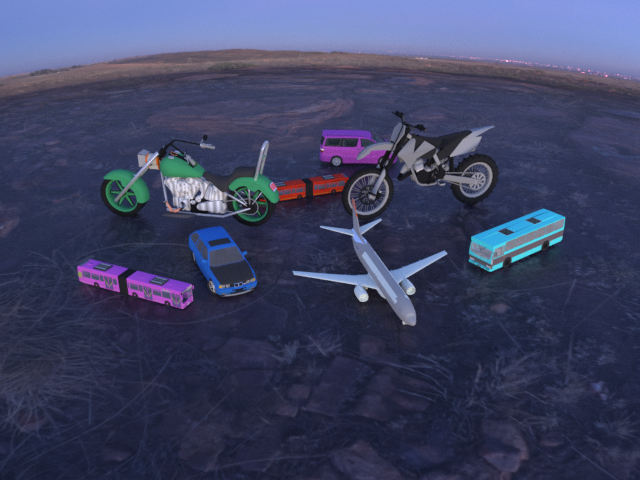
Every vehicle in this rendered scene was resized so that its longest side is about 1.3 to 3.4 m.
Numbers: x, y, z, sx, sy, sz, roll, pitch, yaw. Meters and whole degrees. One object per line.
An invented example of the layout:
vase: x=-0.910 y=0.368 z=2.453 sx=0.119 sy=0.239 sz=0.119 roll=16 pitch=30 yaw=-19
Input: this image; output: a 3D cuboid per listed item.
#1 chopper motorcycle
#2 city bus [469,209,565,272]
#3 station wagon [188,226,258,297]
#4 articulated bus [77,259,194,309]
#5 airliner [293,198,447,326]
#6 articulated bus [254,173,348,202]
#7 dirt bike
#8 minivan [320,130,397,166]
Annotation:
chopper motorcycle: x=-2.136 y=-0.981 z=11.236 sx=3.040 sy=1.480 sz=0.906 roll=6 pitch=27 yaw=12
city bus: x=2.941 y=0.004 z=10.406 sx=1.674 sy=0.460 sz=0.476 roll=-19 pitch=32 yaw=-33
station wagon: x=-1.396 y=0.250 z=9.898 sx=0.682 sy=0.473 sz=1.597 roll=-11 pitch=29 yaw=-22
articulated bus: x=-2.498 y=0.583 z=9.437 sx=1.749 sy=0.289 sz=0.311 roll=11 pitch=29 yaw=22
airliner: x=0.799 y=0.267 z=9.459 sx=2.257 sy=0.835 sz=2.541 roll=-7 pitch=27 yaw=-14
articulated bus: x=-0.326 y=-0.918 z=12.442 sx=1.749 sy=0.289 sz=0.311 roll=-10 pitch=28 yaw=-19
dirt bike: x=1.719 y=-1.224 z=11.514 sx=2.903 sy=1.666 sz=1.024 roll=-9 pitch=28 yaw=-18
minivan: x=0.766 y=-1.847 z=13.935 sx=1.548 sy=0.616 sz=0.681 roll=1 pitch=27 yaw=1
